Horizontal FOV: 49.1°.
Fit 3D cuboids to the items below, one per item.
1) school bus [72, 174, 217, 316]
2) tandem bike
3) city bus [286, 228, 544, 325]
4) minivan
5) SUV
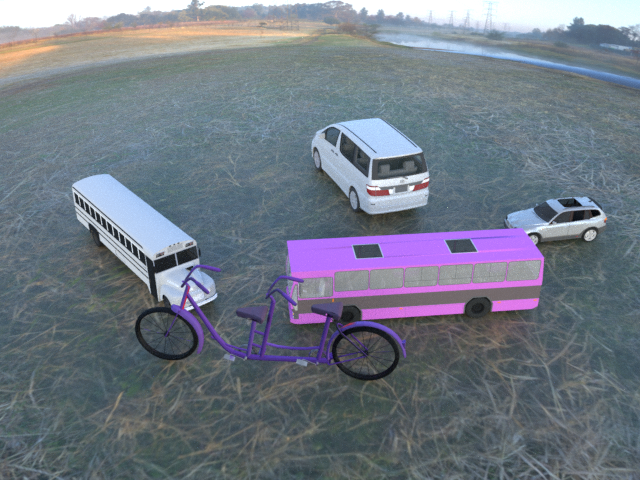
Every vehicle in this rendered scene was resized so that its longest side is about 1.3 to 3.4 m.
[{"bbox_3d":[-2.603,-0.011,10.146,0.709,0.844,3.322,-22,36,-33],"label":"school bus"},{"bbox_3d":[-0.610,0.968,7.947,3.192,1.326,0.550,4,30,7],"label":"tandem bike"},{"bbox_3d":[1.198,0.496,9.207,3.255,0.894,0.926,-3,30,-5],"label":"city bus"},{"bbox_3d":[0.798,-1.492,12.381,1.324,1.197,3.011,-10,31,-17],"label":"minivan"},{"bbox_3d":[3.686,-0.323,10.956,1.572,0.580,0.656,-5,30,-9],"label":"SUV"}]
